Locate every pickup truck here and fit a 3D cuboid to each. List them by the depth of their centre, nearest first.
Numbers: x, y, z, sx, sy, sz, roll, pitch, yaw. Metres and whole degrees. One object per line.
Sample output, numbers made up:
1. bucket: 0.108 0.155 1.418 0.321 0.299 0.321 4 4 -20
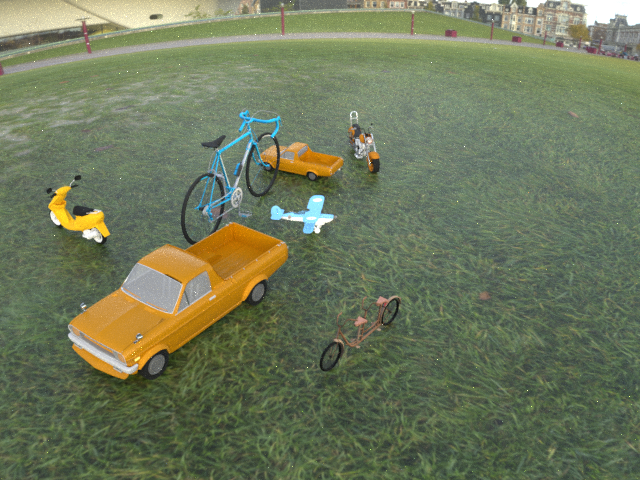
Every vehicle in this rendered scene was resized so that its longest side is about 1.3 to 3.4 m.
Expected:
1. pickup truck: -1.770 0.612 9.280 1.244 0.993 3.117 20 36 30
2. pickup truck: -0.372 -1.546 13.364 1.603 0.511 0.640 14 34 22

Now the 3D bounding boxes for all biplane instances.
1. biplane: -0.258 -0.396 11.444 1.090 0.504 1.336 3 31 5

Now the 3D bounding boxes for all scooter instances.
1. scooter: -3.903 -0.474 11.171 1.399 0.919 0.662 19 36 29

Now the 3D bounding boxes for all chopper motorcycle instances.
1. chopper motorcycle: 0.864 -1.931 13.764 0.466 0.761 1.563 -8 32 -13

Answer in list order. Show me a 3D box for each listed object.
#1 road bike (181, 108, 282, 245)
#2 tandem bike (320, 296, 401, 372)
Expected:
1. road bike: -1.406 -1.111 11.520 0.696 1.656 3.004 14 34 22
2. tandem bike: 0.543 1.058 8.835 0.283 0.682 1.642 24 38 34
